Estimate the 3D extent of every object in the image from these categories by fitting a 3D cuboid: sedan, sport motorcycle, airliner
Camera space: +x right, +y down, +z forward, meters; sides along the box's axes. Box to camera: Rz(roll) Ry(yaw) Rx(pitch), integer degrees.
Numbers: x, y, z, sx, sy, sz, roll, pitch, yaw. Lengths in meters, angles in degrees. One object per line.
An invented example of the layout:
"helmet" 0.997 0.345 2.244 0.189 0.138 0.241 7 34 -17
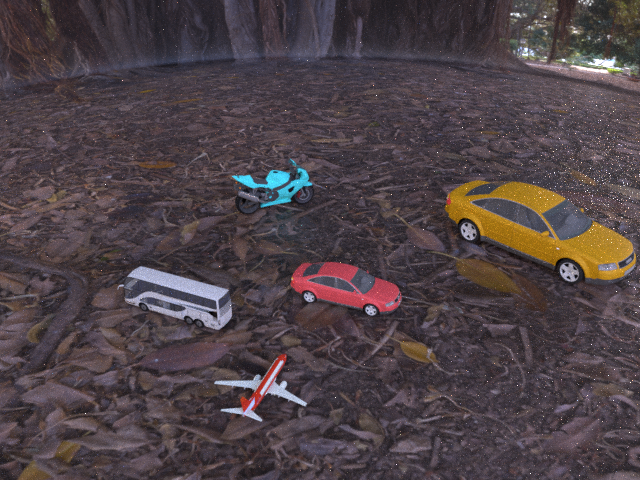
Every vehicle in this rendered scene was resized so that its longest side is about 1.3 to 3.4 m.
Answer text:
"sedan" 3.460 -0.267 11.161 1.235 0.940 3.137 -25 38 -37
"sport motorcycle" -0.815 -0.923 12.468 1.520 0.821 0.506 -11 31 -19
"airliner" -0.655 1.639 8.248 1.161 0.429 1.307 10 30 17
"sedan" 0.372 0.639 9.996 1.613 0.483 0.635 11 31 19

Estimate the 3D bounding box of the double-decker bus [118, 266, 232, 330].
"double-decker bus" -2.005 0.785 9.673 1.672 0.541 0.389 13 31 22
